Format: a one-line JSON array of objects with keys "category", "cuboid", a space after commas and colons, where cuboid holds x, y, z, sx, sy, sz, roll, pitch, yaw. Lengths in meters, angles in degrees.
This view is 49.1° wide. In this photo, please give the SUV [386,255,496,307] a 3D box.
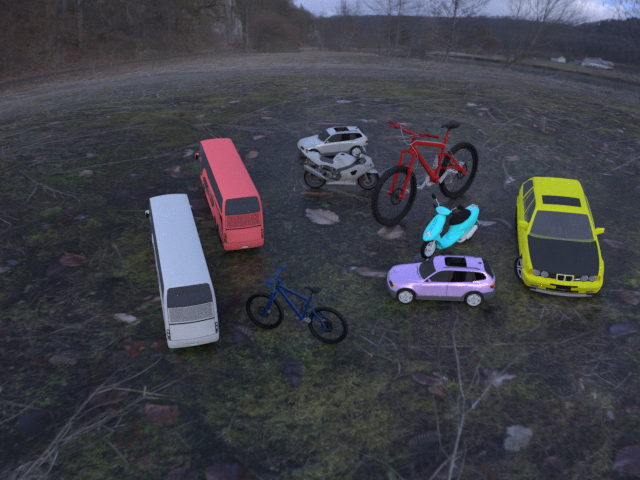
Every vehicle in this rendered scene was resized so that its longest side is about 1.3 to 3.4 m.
[{"category": "SUV", "cuboid": [1.758, 0.548, 10.168, 1.572, 0.580, 0.656, 2, 28, 4]}]

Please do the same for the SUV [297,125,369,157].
[{"category": "SUV", "cuboid": [0.283, -2.155, 15.364, 1.572, 0.580, 0.656, -6, 28, -11]}]

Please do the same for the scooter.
[{"category": "scooter", "cuboid": [2.141, -0.279, 11.390, 1.399, 0.919, 0.662, -21, 34, -35]}]

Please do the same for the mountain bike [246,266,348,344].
[{"category": "mountain bike", "cuboid": [-0.321, 0.894, 9.191, 1.469, 0.868, 0.573, 11, 29, 19]}]

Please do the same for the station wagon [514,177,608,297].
[{"category": "station wagon", "cuboid": [3.801, -0.191, 11.219, 1.327, 0.920, 3.105, 6, 28, 11]}]

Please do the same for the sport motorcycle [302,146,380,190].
[{"category": "sport motorcycle", "cuboid": [0.404, -1.378, 13.609, 1.520, 0.821, 0.506, 2, 28, 5]}]

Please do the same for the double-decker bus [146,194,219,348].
[{"category": "double-decker bus", "cuboid": [-2.040, 0.297, 10.140, 0.756, 1.052, 3.251, -7, 28, -14]}]

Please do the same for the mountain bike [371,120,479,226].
[{"category": "mountain bike", "cuboid": [1.949, -1.305, 12.530, 2.857, 1.688, 1.114, -22, 35, -36]}]

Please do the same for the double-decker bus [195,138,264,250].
[{"category": "double-decker bus", "cuboid": [-1.648, -0.922, 12.482, 0.756, 1.052, 3.251, -7, 28, -14]}]
